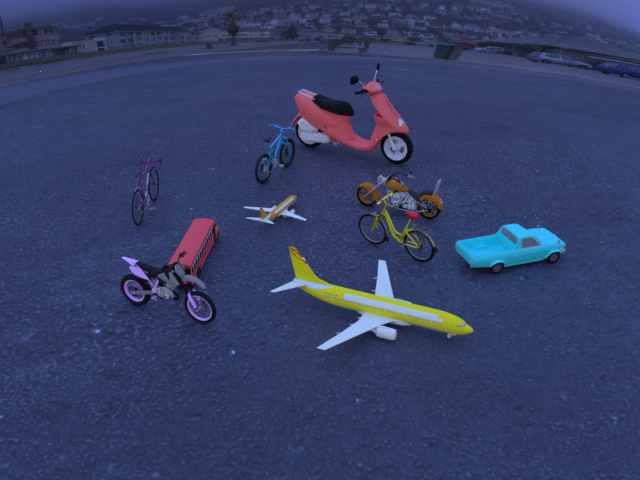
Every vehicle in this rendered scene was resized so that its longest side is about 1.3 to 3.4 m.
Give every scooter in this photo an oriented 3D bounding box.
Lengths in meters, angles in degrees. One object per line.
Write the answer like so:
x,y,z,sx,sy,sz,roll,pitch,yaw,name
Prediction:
0.605,-2.538,13.905,2.721,1.786,1.288,14,31,25,scooter

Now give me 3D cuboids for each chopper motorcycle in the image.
1.335,-0.811,11.769,1.563,0.761,0.466,16,32,27,chopper motorcycle

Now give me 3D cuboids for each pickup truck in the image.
2.827,0.080,10.374,1.603,0.511,0.640,-9,30,-16,pickup truck

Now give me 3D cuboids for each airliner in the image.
-0.691,-0.588,11.705,1.161,0.429,1.307,12,31,22,airliner
0.714,0.675,8.922,2.541,0.835,2.257,11,30,20,airliner

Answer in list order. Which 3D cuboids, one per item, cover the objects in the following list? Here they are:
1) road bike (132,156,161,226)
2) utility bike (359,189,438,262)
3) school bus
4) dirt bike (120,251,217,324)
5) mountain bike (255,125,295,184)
-2.942,-0.868,11.781,0.358,0.852,1.545,2,28,3,road bike
1.126,-0.193,10.423,1.435,0.946,0.535,21,35,34,utility bike
-1.844,0.123,10.375,0.365,0.434,1.708,3,28,5,school bus
-1.992,0.592,9.053,1.493,0.857,0.527,12,31,22,dirt bike
-0.836,-1.643,13.207,0.573,0.868,1.469,13,31,23,mountain bike
